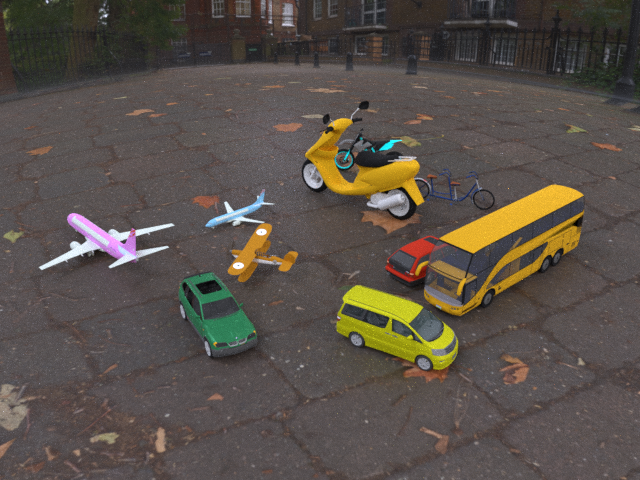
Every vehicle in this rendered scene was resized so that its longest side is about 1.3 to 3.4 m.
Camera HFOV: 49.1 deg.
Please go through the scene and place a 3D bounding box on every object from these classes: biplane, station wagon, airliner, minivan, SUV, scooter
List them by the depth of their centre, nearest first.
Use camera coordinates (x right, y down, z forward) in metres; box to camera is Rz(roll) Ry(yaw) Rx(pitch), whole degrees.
[{"bbox_3d":[0.984,1.092,8.852,1.548,0.616,0.681,16,31,28],"label":"minivan"},{"bbox_3d":[-1.377,0.937,9.195,0.656,0.580,1.572,-14,30,-25],"label":"SUV"},{"bbox_3d":[-0.891,0.275,10.582,1.090,0.504,1.336,9,28,17],"label":"biplane"},{"bbox_3d":[1.753,0.215,10.734,1.597,0.473,0.682,-20,33,-34],"label":"station wagon"},{"bbox_3d":[-3.483,-0.180,11.114,2.257,0.835,2.541,-22,34,-37],"label":"airliner"},{"bbox_3d":[-1.458,-0.538,12.266,1.307,0.429,1.161,-22,34,-36],"label":"airliner"},{"bbox_3d":[0.699,-1.442,12.548,2.721,1.786,1.288,21,34,35],"label":"scooter"}]

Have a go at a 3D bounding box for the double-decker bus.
[{"bbox_3d":[2.755,0.111,10.302,3.251,1.052,0.756,-22,34,-37],"label":"double-decker bus"}]

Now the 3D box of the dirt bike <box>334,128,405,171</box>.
[{"bbox_3d":[0.998,-1.788,14.253,1.493,0.857,0.527,3,27,6],"label":"dirt bike"}]

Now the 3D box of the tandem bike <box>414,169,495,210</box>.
[{"bbox_3d":[2.394,-0.967,12.832,1.642,0.682,0.283,11,29,21],"label":"tandem bike"}]
